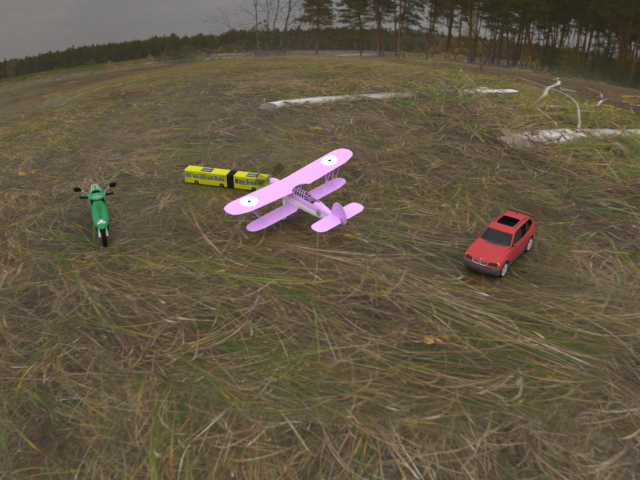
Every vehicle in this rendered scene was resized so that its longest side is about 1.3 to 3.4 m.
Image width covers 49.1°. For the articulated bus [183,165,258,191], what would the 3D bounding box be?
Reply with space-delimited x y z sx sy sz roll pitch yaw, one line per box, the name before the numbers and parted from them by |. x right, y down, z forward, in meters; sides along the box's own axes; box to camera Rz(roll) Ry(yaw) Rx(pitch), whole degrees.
articulated bus | -1.759 -1.174 13.372 1.749 0.289 0.311 8 30 14

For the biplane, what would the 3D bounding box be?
biplane | -0.284 -0.647 11.714 2.598 0.981 2.120 -22 36 -34

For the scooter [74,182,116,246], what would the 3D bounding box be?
scooter | -3.678 -0.560 11.620 0.662 0.919 1.399 -10 31 -17

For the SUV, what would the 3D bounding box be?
SUV | 2.830 0.014 10.936 0.656 0.580 1.572 20 35 32
